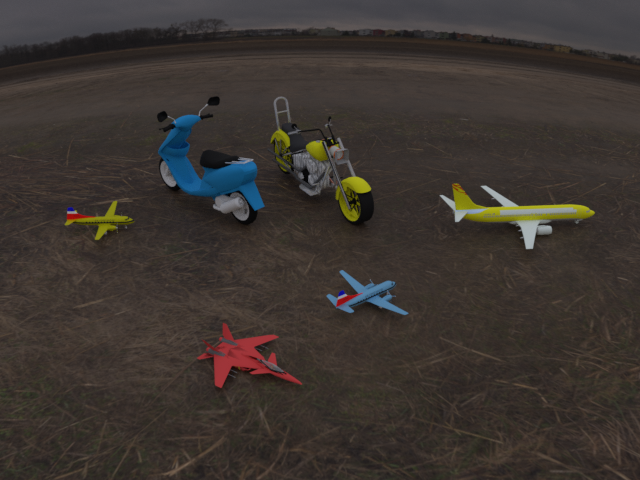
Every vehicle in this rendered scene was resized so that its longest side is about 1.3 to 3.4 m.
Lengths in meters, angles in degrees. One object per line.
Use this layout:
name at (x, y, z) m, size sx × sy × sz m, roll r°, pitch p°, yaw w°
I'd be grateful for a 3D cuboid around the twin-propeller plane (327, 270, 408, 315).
twin-propeller plane at (0.643, 0.711, 9.564) m, size 1.095 × 0.407 × 1.370 m, roll -21°, pitch 35°, yaw -32°

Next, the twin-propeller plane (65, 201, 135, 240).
twin-propeller plane at (-3.600, -0.362, 11.479) m, size 1.095 × 0.407 × 1.370 m, roll -1°, pitch 29°, yaw -2°

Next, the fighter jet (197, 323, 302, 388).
fighter jet at (-0.779, 1.422, 8.417) m, size 1.358 × 0.286 × 1.147 m, roll 17°, pitch 34°, yaw 28°

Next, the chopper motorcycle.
chopper motorcycle at (-0.025, -1.438, 12.303) m, size 0.906 × 1.480 × 3.040 m, roll -17°, pitch 33°, yaw -28°

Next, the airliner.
airliner at (3.321, -0.591, 11.450) m, size 2.541 × 0.835 × 2.257 m, roll -3°, pitch 29°, yaw -5°

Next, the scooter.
scooter at (-1.954, -1.373, 11.873) m, size 2.721 × 1.786 × 1.288 m, roll 25°, pitch 38°, yaw 37°
